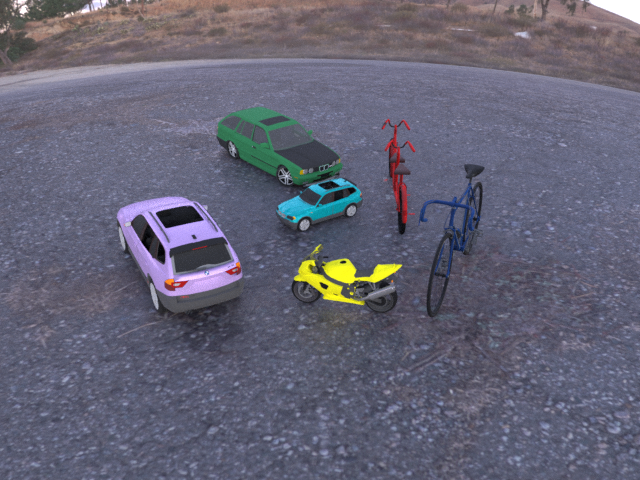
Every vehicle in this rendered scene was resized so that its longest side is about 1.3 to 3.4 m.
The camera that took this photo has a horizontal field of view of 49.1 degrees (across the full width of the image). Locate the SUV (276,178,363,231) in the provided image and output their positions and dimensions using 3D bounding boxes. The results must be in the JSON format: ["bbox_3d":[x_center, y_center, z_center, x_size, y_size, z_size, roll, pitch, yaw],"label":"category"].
[{"bbox_3d":[-0.003,-0.651,12.072,1.572,0.580,0.656,-18,33,-29],"label":"SUV"}]

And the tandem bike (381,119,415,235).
[{"bbox_3d":[1.372,-1.256,12.409,0.550,1.326,3.192,1,28,1],"label":"tandem bike"}]

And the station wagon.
[{"bbox_3d":[-0.862,-1.967,14.153,1.327,0.920,3.105,-21,35,-33],"label":"station wagon"}]

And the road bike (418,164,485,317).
[{"bbox_3d":[1.991,-0.150,10.012,0.696,1.656,3.004,12,31,21],"label":"road bike"}]

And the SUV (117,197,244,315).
[{"bbox_3d":[-2.131,-0.018,10.322,1.276,1.128,3.058,-14,31,-24],"label":"SUV"}]

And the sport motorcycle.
[{"bbox_3d":[0.343,0.569,9.557,1.520,0.821,0.506,6,29,11],"label":"sport motorcycle"}]
